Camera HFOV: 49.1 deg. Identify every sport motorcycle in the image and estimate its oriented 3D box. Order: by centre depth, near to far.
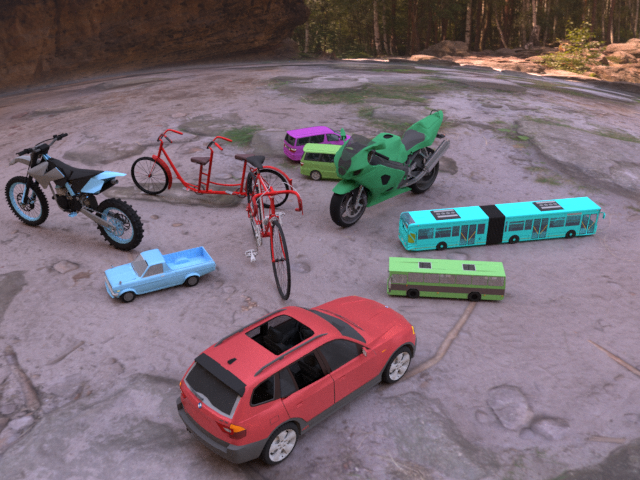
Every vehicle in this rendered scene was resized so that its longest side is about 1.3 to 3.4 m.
[{"bbox_3d":[1.237,-1.313,12.539,0.983,1.596,2.955,25,37,38],"label":"sport motorcycle"}]

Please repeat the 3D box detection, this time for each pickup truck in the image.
[{"bbox_3d":[-2.386,0.435,10.441,1.603,0.511,0.640,-14,31,-24],"label":"pickup truck"}]

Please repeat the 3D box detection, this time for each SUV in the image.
[{"bbox_3d":[-0.167,1.364,8.067,3.058,1.128,1.276,-25,37,-38],"label":"SUV"}]

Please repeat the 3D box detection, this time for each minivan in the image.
[{"bbox_3d":[0.394,-1.548,14.008,1.548,0.616,0.681,5,29,10],"label":"minivan"},{"bbox_3d":[0.003,-2.097,15.027,1.548,0.616,0.681,-13,31,-22],"label":"minivan"}]

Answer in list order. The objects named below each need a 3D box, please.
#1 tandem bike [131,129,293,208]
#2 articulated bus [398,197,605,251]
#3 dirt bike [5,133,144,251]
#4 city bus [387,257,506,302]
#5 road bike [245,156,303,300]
[{"bbox_3d":[-2.034,-1.302,12.803,3.192,1.326,0.550,7,29,12],"label":"tandem bike"},{"bbox_3d":[3.023,-0.273,11.700,3.401,0.561,0.605,-5,29,-9],"label":"articulated bus"},{"bbox_3d":[-4.146,-0.781,11.477,2.903,1.666,1.024,13,31,22],"label":"dirt bike"},{"bbox_3d":[1.826,0.581,10.224,1.674,0.460,0.476,3,28,5],"label":"city bus"},{"bbox_3d":[-0.828,-0.350,10.690,0.697,1.656,3.004,-8,29,-14],"label":"road bike"}]
